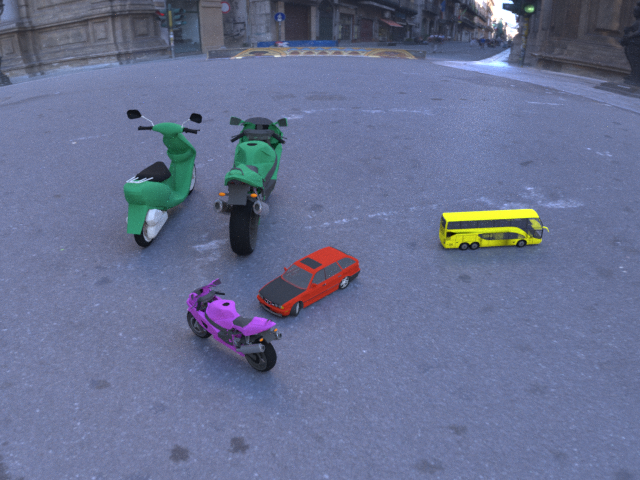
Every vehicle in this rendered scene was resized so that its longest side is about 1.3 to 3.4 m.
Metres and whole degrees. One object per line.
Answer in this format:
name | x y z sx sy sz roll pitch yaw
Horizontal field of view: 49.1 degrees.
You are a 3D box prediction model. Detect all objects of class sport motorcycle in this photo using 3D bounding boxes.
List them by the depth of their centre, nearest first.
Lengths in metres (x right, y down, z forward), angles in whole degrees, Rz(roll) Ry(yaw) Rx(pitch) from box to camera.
sport motorcycle | -1.105 1.047 8.539 1.520 0.821 0.506 21 35 33
sport motorcycle | -1.086 -0.982 11.402 0.983 1.596 2.955 2 29 4

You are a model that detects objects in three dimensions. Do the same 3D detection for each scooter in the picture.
scooter | -2.582 -1.151 11.511 1.288 1.786 2.721 5 29 9

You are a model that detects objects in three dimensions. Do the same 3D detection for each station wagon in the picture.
station wagon | -0.152 0.534 9.824 0.682 0.473 1.597 26 38 38

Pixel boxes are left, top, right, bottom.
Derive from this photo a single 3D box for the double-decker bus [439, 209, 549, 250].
double-decker bus | 2.725 -0.174 11.032 1.672 0.541 0.389 -3 29 -5
